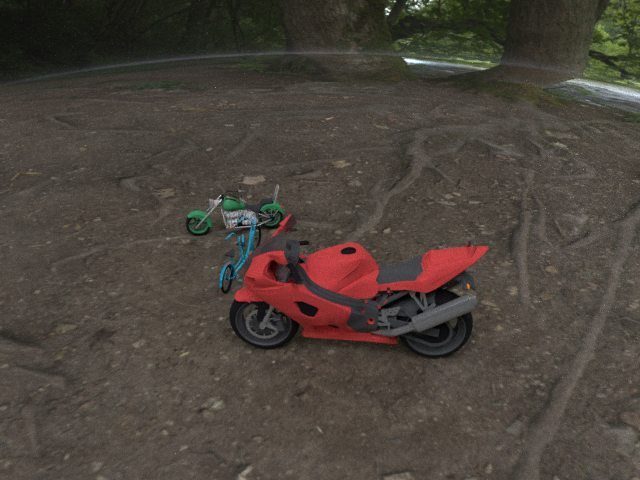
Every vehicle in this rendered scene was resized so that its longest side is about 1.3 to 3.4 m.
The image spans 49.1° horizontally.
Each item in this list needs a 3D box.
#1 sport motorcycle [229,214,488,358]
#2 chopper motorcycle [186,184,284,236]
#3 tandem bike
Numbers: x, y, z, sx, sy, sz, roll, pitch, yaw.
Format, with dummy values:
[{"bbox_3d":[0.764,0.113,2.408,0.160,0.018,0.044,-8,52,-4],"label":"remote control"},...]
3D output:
[{"bbox_3d":[0.385,0.643,8.161,2.955,1.596,0.983,2,29,4],"label":"sport motorcycle"},{"bbox_3d":[-1.348,-0.476,11.089,1.563,0.761,0.466,-5,29,-9],"label":"chopper motorcycle"},{"bbox_3d":[-1.132,0.141,10.039,0.283,0.682,1.642,7,29,13],"label":"tandem bike"}]
